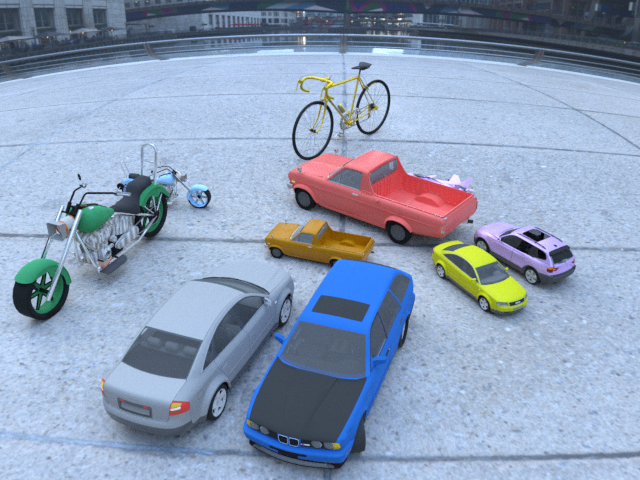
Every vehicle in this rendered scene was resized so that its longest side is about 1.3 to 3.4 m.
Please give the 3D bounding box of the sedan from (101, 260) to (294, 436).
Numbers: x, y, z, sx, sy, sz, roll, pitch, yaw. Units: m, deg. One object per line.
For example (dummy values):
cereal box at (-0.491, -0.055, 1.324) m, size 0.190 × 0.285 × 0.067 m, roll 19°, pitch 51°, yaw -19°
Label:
sedan at (-1.290, 0.990, 8.202) m, size 1.235 × 0.940 × 3.137 m, roll 11°, pitch 31°, yaw 18°

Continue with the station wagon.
station wagon at (0.207, 1.171, 7.903) m, size 1.327 × 0.920 × 3.105 m, roll 10°, pitch 31°, yaw 17°

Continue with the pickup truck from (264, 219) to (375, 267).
pickup truck at (-0.015, 0.017, 10.355) m, size 1.603 × 0.511 × 0.640 m, roll 11°, pitch 31°, yaw 18°

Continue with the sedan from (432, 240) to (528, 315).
sedan at (2.183, 0.448, 9.621) m, size 0.635 × 0.483 × 1.613 m, roll -15°, pitch 33°, yaw -25°

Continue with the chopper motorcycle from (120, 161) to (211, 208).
chopper motorcycle at (-2.619, -0.936, 11.781) m, size 1.563 × 0.761 × 0.466 m, roll 4°, pitch 30°, yaw 7°

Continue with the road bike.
road bike at (0.491, -2.643, 13.886) m, size 0.696 × 1.656 × 3.004 m, roll 24°, pitch 37°, yaw 36°

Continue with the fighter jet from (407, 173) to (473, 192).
fighter jet at (2.036, -1.084, 12.524) m, size 1.358 × 0.286 × 1.147 m, roll 24°, pitch 38°, yaw 36°

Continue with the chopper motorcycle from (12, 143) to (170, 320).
chopper motorcycle at (-3.113, -0.192, 9.741) m, size 0.906 × 1.480 × 3.040 m, roll 13°, pitch 32°, yaw 21°

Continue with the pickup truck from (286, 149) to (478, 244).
pickup truck at (0.943, -0.831, 11.361) m, size 3.117 × 0.993 × 1.244 m, roll 21°, pitch 36°, yaw 33°

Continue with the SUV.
SUV at (2.950, 0.093, 10.150) m, size 0.656 × 0.580 × 1.572 m, roll -18°, pitch 34°, yaw -28°
